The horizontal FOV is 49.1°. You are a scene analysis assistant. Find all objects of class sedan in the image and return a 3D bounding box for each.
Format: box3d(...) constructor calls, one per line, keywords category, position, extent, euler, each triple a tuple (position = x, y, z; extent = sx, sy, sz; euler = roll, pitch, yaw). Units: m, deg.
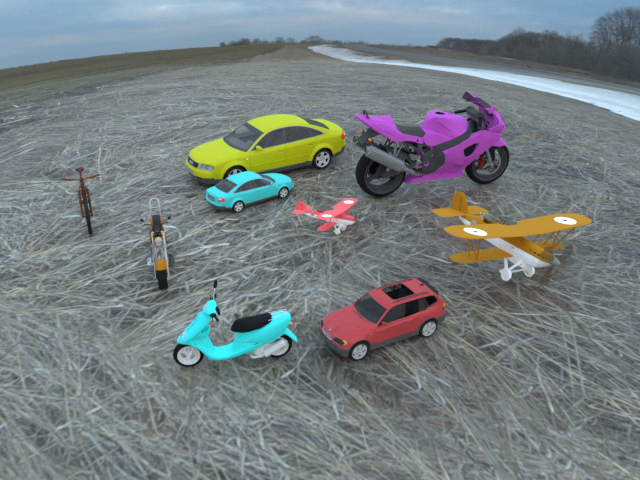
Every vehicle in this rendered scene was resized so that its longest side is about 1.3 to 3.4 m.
box3d(category="sedan", position=(-1.174, -0.903, 11.932), extent=(1.613, 0.483, 0.635), euler=(-20, 33, -34))
box3d(category="sedan", position=(-0.993, -1.785, 13.148), extent=(3.137, 0.940, 1.235), euler=(-15, 31, -27))

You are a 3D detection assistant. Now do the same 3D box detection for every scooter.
box3d(category="scooter", position=(-0.954, 0.976, 7.799), extent=(1.399, 0.919, 0.662), euler=(-5, 28, -9))

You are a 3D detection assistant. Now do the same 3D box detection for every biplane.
box3d(category="biplane", position=(2.554, -0.081, 9.788), extent=(2.598, 0.981, 2.120), euler=(-15, 31, -27))
box3d(category="biplane", position=(0.123, -0.391, 10.913), extent=(1.090, 0.504, 1.336), euler=(12, 29, 21))

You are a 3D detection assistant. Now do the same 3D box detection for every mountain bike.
box3d(category="mountain bike", position=(-3.746, -0.698, 11.112), extent=(0.573, 0.868, 1.469), euler=(-10, 29, -18))

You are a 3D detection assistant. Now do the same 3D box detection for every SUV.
box3d(category="SUV", position=(0.757, 0.891, 8.334), extent=(1.572, 0.580, 0.656), euler=(-14, 30, -25))

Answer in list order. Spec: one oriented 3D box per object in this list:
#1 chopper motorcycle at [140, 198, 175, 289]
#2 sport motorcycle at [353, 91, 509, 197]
box3d(category="chopper motorcycle", position=(-2.264, 0.031, 9.809), extent=(0.466, 0.761, 1.563), euler=(-7, 28, -13))
box3d(category="sport motorcycle", position=(1.976, -1.608, 12.085), extent=(2.955, 1.596, 0.983), euler=(-8, 28, -14))
